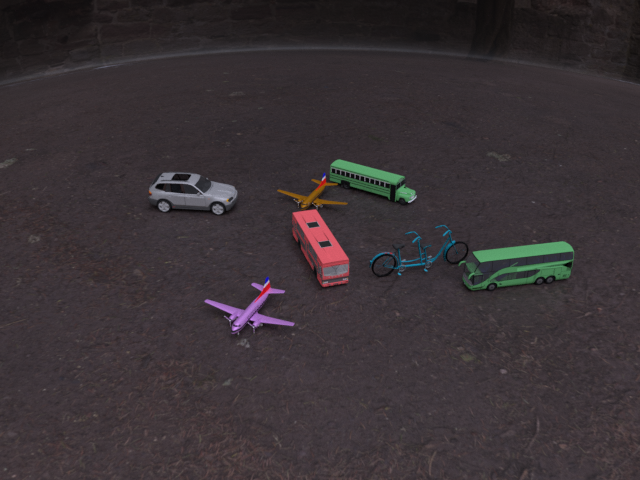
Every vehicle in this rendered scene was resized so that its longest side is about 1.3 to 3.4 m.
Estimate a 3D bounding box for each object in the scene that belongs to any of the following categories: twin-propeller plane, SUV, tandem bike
[{"bbox_3d":[-0.929,0.908,9.547,1.370,0.407,1.095,13,32,21],"label":"twin-propeller plane"},{"bbox_3d":[-2.255,-0.858,12.435,1.572,0.580,0.656,3,30,5],"label":"SUV"},{"bbox_3d":[1.515,0.169,10.554,1.642,0.682,0.283,-9,31,-15],"label":"tandem bike"},{"bbox_3d":[-0.106,-0.842,12.579,1.370,0.407,1.095,12,32,20],"label":"twin-propeller plane"}]

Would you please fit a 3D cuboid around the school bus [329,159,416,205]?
[{"bbox_3d":[0.981,-1.079,12.964,1.708,0.434,0.365,18,35,29],"label":"school bus"}]

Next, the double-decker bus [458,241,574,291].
[{"bbox_3d":[2.895,0.389,10.314,1.672,0.541,0.389,-6,31,-10],"label":"double-decker bus"}]

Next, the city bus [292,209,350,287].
[{"bbox_3d":[-0.015,0.113,10.872,0.476,0.460,1.674,-9,31,-15],"label":"city bus"}]
